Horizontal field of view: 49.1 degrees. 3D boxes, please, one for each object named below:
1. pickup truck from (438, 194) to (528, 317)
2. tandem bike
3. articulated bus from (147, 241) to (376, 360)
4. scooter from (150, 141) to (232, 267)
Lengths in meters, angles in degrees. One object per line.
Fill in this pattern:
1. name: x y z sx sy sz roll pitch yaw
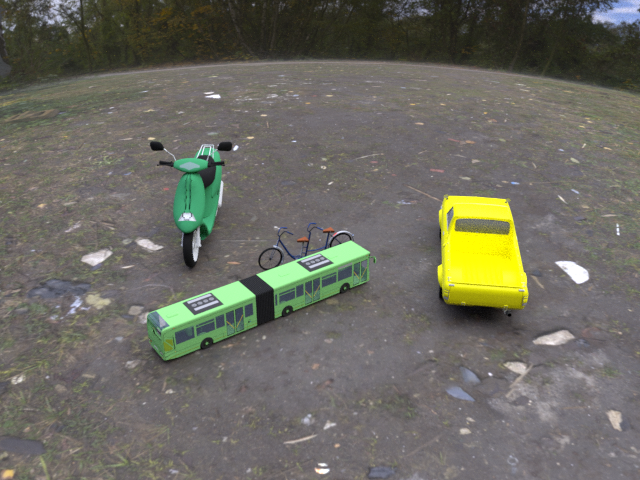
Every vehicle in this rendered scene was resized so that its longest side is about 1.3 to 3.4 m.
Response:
1. pickup truck: 2.430 0.043 10.656 1.244 0.993 3.117 4 29 7
2. tandem bike: -0.198 0.053 10.965 1.642 0.682 0.283 -12 31 -21
3. articulated bus: -0.720 0.777 9.759 3.401 0.561 0.605 -19 34 -31
4. scooter: -2.001 -0.890 11.544 1.288 1.786 2.721 0 29 1
